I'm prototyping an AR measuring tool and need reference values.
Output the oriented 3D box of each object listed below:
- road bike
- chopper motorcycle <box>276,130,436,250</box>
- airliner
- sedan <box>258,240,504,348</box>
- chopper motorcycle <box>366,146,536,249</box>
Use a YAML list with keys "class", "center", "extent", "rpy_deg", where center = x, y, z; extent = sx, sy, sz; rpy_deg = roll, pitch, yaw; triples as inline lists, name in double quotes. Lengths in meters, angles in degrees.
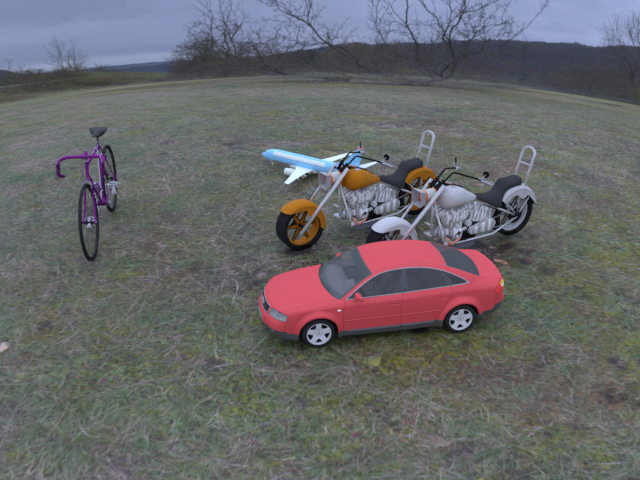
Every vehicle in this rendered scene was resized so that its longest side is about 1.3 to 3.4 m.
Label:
- class: "road bike"
  center: [-3.529, -0.882, 11.120]
  extent: [0.697, 1.656, 3.004]
  rpy_deg: [-3, 26, -5]
- class: "chopper motorcycle"
  center: [0.662, -0.825, 11.203]
  extent: [3.040, 1.480, 0.906]
  rpy_deg: [-15, 30, -29]
- class: "airliner"
  center: [-0.172, -1.664, 13.686]
  extent: [2.541, 0.835, 2.257]
  rpy_deg: [18, 31, 33]
- class: "sedan"
  center: [0.782, 0.573, 8.927]
  extent: [3.137, 0.940, 1.235]
  rpy_deg: [-5, 26, -10]
- class: "chopper motorcycle"
  center: [2.046, -0.504, 10.539]
  extent: [3.040, 1.480, 0.906]
  rpy_deg: [-13, 29, -25]
